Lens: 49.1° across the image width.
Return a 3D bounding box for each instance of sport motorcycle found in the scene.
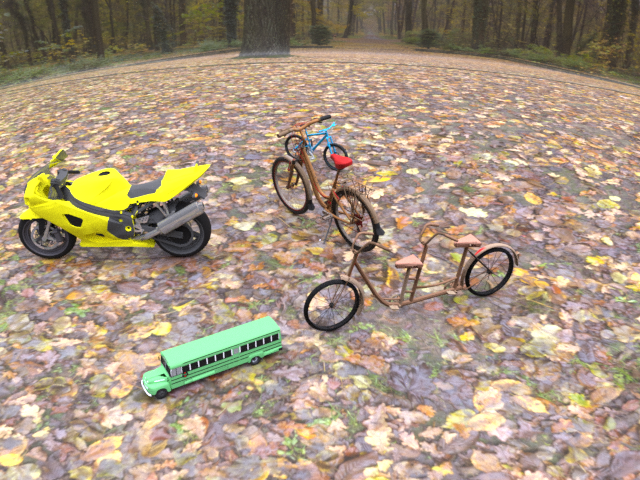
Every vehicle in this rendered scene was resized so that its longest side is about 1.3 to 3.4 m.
[{"bbox_3d":[-3.071,-0.449,10.453,2.955,1.596,0.983,-1,29,-2],"label":"sport motorcycle"}]

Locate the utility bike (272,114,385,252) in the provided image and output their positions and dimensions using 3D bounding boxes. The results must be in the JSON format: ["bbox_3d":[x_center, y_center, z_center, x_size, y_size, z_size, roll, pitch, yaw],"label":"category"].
[{"bbox_3d":[-0.027,-0.904,11.024,1.039,1.839,2.791,-21,36,-33],"label":"utility bike"}]

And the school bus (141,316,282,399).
[{"bbox_3d":[-1.283,1.385,8.344,1.708,0.434,0.365,-16,33,-27],"label":"school bus"}]

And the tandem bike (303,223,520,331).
[{"bbox_3d":[1.285,0.399,9.203,3.192,1.326,0.550,-10,31,-18],"label":"tandem bike"}]

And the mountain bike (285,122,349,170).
[{"bbox_3d":[-0.083,-1.864,13.756,1.469,0.868,0.573,17,33,27],"label":"mountain bike"}]
